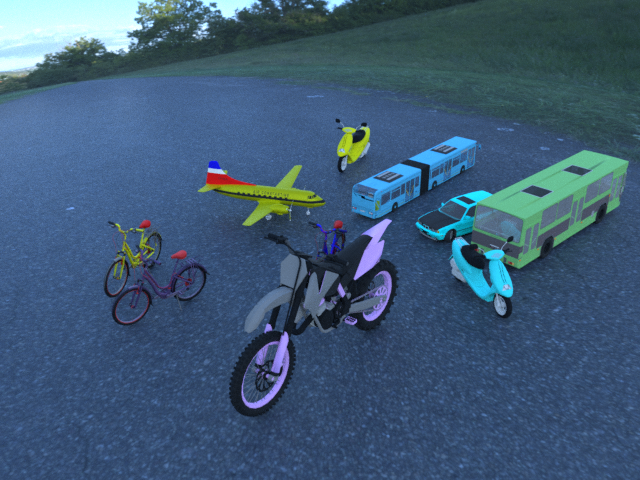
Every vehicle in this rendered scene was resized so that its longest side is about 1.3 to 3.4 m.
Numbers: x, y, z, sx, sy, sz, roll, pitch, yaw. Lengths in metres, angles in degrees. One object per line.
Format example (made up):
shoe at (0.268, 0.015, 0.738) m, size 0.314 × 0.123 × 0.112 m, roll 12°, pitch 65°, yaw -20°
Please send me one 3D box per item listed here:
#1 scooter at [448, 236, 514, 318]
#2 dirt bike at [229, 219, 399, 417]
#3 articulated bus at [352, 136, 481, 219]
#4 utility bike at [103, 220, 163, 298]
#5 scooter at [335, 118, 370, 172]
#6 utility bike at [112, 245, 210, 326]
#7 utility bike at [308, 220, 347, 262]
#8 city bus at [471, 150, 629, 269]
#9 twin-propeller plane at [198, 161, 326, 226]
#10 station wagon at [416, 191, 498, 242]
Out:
scooter at (2.109, 0.344, 9.158) m, size 0.662 × 0.919 × 1.399 m, roll -10°, pitch 29°, yaw -20°
dirt bike at (0.053, 0.686, 7.646) m, size 1.024 × 1.666 × 2.903 m, roll 19°, pitch 33°, yaw 33°
articulated bus at (1.790, -1.177, 12.580) m, size 0.605 × 0.561 × 3.401 m, roll 21°, pitch 33°, yaw 35°
utility bike at (-2.490, 0.140, 9.533) m, size 0.535 × 0.946 × 1.435 m, roll 9°, pitch 28°, yaw 18°
scooter at (0.663, -1.932, 13.684) m, size 0.662 × 0.919 × 1.399 m, roll 13°, pitch 29°, yaw 24°
utility bike at (-1.958, 0.515, 8.787) m, size 1.435 × 0.946 × 0.535 m, roll -23°, pitch 35°, yaw -38°
utility bike at (0.162, 0.146, 9.522) m, size 0.535 × 0.946 × 1.435 m, roll 10°, pitch 28°, yaw 18°
city bus at (3.638, -0.515, 10.893) m, size 3.255 × 0.894 × 0.926 m, roll -24°, pitch 35°, yaw -39°
twin-propeller plane at (-0.929, -0.866, 11.706) m, size 2.129 × 0.792 × 2.663 m, roll 7°, pitch 28°, yaw 14°
station wagon at (2.282, -0.417, 11.166) m, size 1.597 × 0.473 × 0.682 m, roll -16°, pitch 31°, yaw -29°
